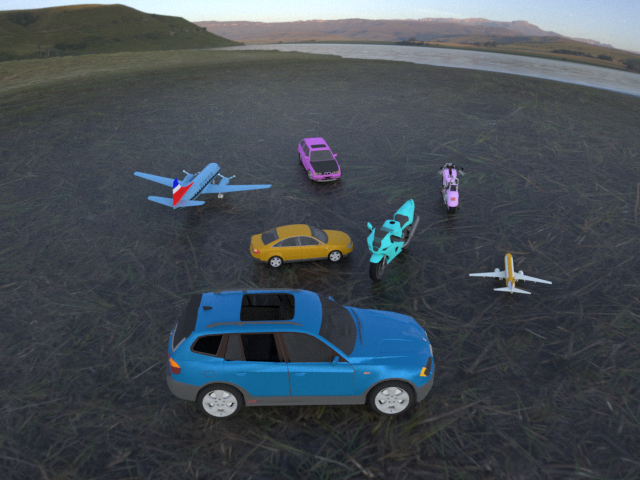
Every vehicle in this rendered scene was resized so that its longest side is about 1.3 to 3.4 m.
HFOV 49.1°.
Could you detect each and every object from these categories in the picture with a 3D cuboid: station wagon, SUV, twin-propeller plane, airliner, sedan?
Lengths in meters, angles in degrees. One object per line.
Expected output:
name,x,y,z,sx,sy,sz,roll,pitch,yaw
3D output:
station wagon,-0.023,-1.651,14.040,0.682,0.473,1.597,-6,29,-11
SUV,-0.219,1.205,8.012,3.058,1.128,1.276,-1,28,-1
twin-propeller plane,-2.215,-1.072,12.621,2.663,0.792,2.129,6,29,12
airliner,2.785,0.412,10.233,1.161,0.429,1.307,5,29,10
sedan,-0.282,0.036,10.877,1.613,0.483,0.635,-5,29,-9

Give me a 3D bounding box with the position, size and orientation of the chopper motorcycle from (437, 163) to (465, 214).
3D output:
chopper motorcycle,2.337,-1.043,12.600,0.466,0.761,1.563,2,28,4

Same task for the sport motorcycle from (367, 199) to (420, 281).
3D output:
sport motorcycle,1.093,-0.006,10.599,0.506,0.821,1.520,14,31,24
